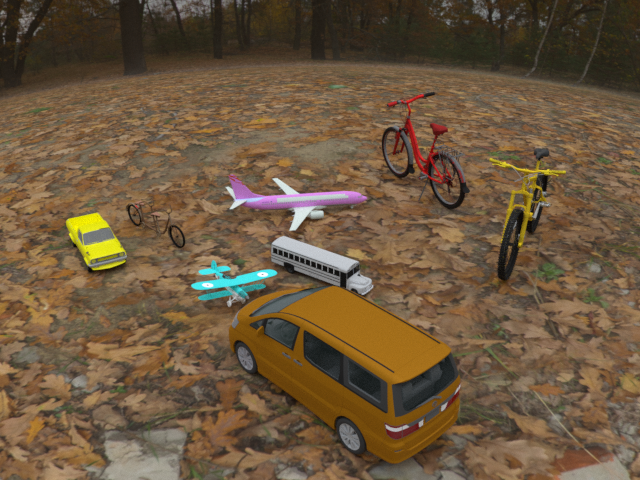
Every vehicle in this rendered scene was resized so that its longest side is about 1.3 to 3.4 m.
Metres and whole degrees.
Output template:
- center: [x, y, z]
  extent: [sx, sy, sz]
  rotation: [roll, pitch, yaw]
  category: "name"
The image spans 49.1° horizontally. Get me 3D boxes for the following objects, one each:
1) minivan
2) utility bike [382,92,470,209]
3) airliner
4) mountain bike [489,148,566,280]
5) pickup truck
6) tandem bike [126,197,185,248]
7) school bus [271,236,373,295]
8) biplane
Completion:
- center: [0.153, 1.268, 8.084]
  extent: [1.324, 1.197, 3.011]
  rotation: [-23, 35, -37]
  category: "minivan"
- center: [1.841, -1.713, 13.059]
  extent: [1.039, 1.839, 2.791]
  rotation: [-14, 31, -24]
  category: "utility bike"
- center: [-0.383, -0.863, 12.522]
  extent: [2.541, 0.835, 2.257]
  rotation: [-5, 28, -9]
  category: "airliner"
- center: [3.264, -0.564, 11.038]
  extent: [1.114, 1.688, 2.857]
  rotation: [14, 31, 24]
  category: "mountain bike"
- center: [-3.633, -0.036, 11.299]
  extent: [0.640, 0.511, 1.603]
  rotation: [-15, 31, -27]
  category: "pickup truck"
- center: [-2.789, -0.374, 11.757]
  extent: [1.642, 0.682, 0.283]
  rotation: [23, 36, 37]
  category: "tandem bike"
- center: [0.024, 0.390, 10.571]
  extent: [1.708, 0.434, 0.365]
  rotation: [19, 33, 31]
  category: "school bus"
- center: [-1.286, 0.618, 10.063]
  extent: [1.336, 0.504, 1.090]
  rotation: [-19, 33, -31]
  category: "biplane"
